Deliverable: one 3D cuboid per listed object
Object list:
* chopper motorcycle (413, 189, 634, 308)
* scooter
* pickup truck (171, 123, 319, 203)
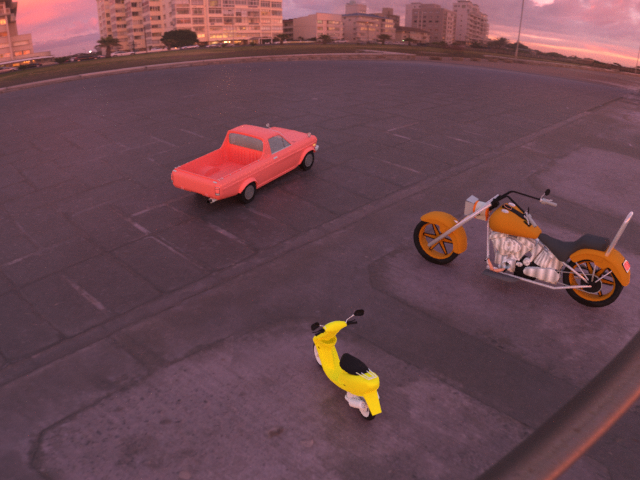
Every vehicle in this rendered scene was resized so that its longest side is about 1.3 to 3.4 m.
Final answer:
[{"bbox_3d":[2.720,-0.045,9.657,3.040,1.480,0.906,18,33,30],"label":"chopper motorcycle"},{"bbox_3d":[0.268,1.303,7.698,0.662,0.919,1.399,-14,31,-25],"label":"scooter"},{"bbox_3d":[-1.308,-1.541,13.023,1.244,0.993,3.117,17,32,29],"label":"pickup truck"}]
